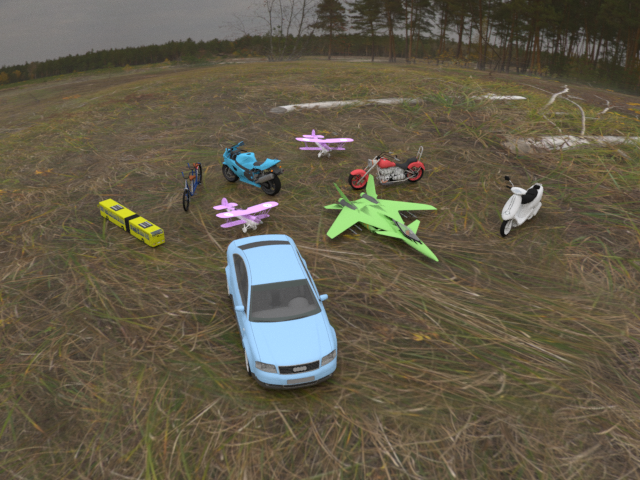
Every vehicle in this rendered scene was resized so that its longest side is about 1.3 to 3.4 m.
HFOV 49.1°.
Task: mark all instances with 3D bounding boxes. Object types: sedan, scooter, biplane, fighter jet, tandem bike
[{"bbox_3d":[-0.591,0.780,9.569,1.235,0.940,3.137,-7,29,-12],"label":"sedan"},{"bbox_3d":[3.544,-0.668,12.228,0.662,0.919,1.399,23,36,35],"label":"scooter"},{"bbox_3d":[-1.359,-0.456,12.272,1.090,0.504,1.336,24,37,37],"label":"biplane"},{"bbox_3d":[1.219,-0.363,12.049,2.229,0.557,2.640,-15,32,-26],"label":"fighter jet"},{"bbox_3d":[-2.429,-1.142,13.338,0.283,0.682,1.642,1,29,2],"label":"tandem bike"},{"bbox_3d":[0.045,-2.112,15.288,1.336,0.504,1.090,-12,31,-20],"label":"biplane"}]

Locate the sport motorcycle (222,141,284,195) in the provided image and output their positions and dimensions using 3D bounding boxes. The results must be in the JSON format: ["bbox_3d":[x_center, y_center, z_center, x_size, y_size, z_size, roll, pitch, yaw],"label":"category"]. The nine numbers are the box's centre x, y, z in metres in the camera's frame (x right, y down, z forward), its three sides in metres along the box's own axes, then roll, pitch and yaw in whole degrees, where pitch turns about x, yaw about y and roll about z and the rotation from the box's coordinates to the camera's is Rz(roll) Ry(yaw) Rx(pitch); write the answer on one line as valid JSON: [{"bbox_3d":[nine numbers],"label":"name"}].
[{"bbox_3d":[-1.349,-1.382,13.629,1.520,0.821,0.506,20,34,32],"label":"sport motorcycle"}]

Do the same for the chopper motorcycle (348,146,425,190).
[{"bbox_3d":[1.322,-1.415,13.752,1.563,0.761,0.466,-7,30,-13],"label":"chopper motorcycle"}]

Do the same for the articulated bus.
[{"bbox_3d":[-3.311,-0.315,12.239,0.311,0.289,1.749,-25,38,-38],"label":"articulated bus"}]
